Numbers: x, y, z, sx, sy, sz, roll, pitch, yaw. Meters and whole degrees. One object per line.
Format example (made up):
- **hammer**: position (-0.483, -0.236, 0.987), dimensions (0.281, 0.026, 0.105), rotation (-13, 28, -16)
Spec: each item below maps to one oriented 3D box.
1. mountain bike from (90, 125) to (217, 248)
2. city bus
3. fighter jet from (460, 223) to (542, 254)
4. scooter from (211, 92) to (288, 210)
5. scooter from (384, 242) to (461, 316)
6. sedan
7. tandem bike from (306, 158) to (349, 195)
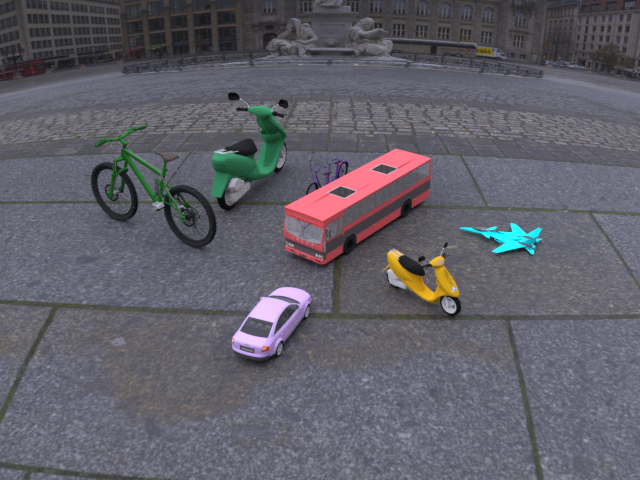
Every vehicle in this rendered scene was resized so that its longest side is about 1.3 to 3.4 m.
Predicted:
- **mountain bike**: position (-2.877, -0.880, 11.763), dimensions (2.857, 1.688, 1.114), rotation (17, 33, 28)
- **city bus**: position (0.738, -0.622, 12.116), dimensions (0.926, 0.894, 3.255), rotation (21, 35, 33)
- **fighter jet**: position (3.024, -0.129, 11.851), dimensions (1.358, 0.286, 1.147), rotation (15, 32, 25)
- **scooter**: position (-1.293, -1.775, 13.289), dimensions (1.288, 1.786, 2.721), rotation (12, 31, 21)
- **scooter**: position (1.475, 0.476, 10.092), dimensions (0.662, 0.919, 1.399), rotation (-26, 38, -38)
- **sedan**: position (-0.625, 1.045, 9.509), dimensions (0.635, 0.483, 1.613), rotation (11, 31, 20)
- **tandem bike**: position (0.160, -1.255, 13.490), dimensions (0.283, 0.682, 1.642), rotation (16, 32, 26)
